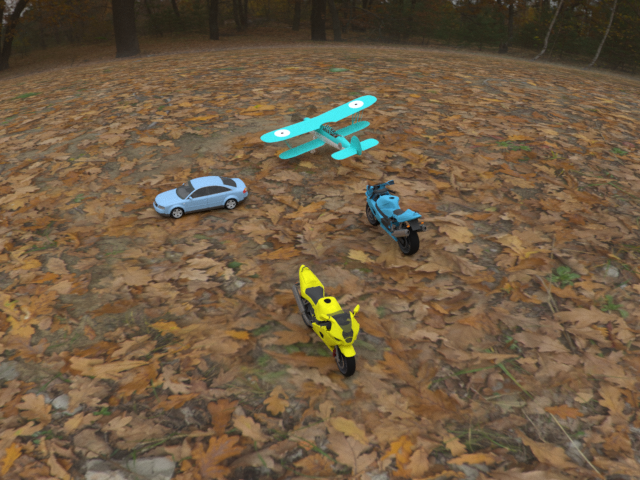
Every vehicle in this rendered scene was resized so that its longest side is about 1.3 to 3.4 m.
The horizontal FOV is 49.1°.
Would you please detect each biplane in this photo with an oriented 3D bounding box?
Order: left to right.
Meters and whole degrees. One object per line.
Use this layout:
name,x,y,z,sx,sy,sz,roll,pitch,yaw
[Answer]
biplane,0.174,-2.018,13.656,2.598,0.981,2.120,-17,34,-27

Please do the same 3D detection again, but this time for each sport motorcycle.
sport motorcycle,0.076,0.978,8.568,0.506,0.821,1.520,-12,32,-20
sport motorcycle,1.122,-0.372,10.933,0.506,0.821,1.520,-14,32,-22

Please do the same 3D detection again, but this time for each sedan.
sedan,-2.047,-0.785,11.998,1.613,0.483,0.635,-11,32,-19
